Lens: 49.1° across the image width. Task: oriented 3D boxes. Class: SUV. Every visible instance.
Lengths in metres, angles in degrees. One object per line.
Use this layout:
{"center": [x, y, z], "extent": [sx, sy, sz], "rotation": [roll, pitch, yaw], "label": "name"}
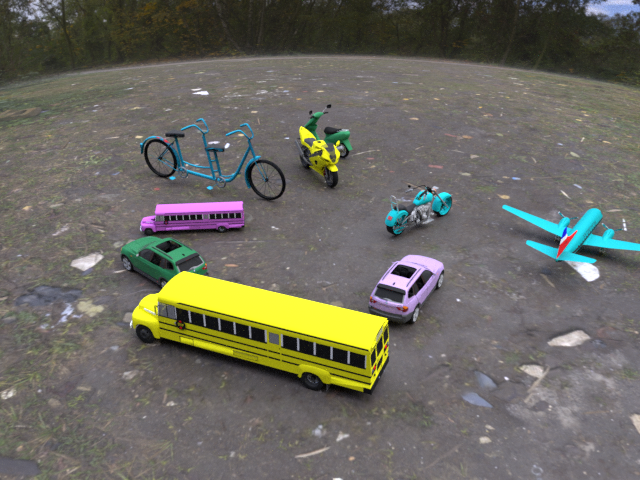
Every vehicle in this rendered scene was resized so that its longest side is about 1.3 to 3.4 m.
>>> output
{"center": [1.219, 0.581, 9.681], "extent": [0.656, 0.580, 1.572], "rotation": [15, 32, 25], "label": "SUV"}
{"center": [-2.299, 0.268, 10.252], "extent": [1.572, 0.580, 0.656], "rotation": [24, 37, 37], "label": "SUV"}

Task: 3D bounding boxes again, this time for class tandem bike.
{"center": [-2.032, -1.563, 12.819], "extent": [3.192, 1.326, 0.550], "rotation": [13, 31, 23], "label": "tandem bike"}

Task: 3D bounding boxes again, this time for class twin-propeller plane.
{"center": [4.024, -0.173, 10.837], "extent": [2.663, 0.792, 2.129], "rotation": [19, 34, 31], "label": "twin-propeller plane"}

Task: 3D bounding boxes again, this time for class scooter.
{"center": [0.120, -2.271, 14.534], "extent": [1.399, 0.919, 0.662], "rotation": [24, 37, 37], "label": "scooter"}

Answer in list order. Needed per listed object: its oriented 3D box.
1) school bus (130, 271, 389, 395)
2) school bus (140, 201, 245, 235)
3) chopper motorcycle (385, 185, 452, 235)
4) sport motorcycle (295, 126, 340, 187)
{"center": [-0.831, 1.061, 8.531], "extent": [3.322, 0.844, 0.709], "rotation": [11, 31, 20], "label": "school bus"}
{"center": [-2.107, -0.366, 11.563], "extent": [1.708, 0.434, 0.365], "rotation": [-2, 29, -4], "label": "school bus"}
{"center": [1.673, -0.584, 11.619], "extent": [1.563, 0.761, 0.466], "rotation": [-23, 36, -36], "label": "chopper motorcycle"}
{"center": [-0.033, -1.602, 13.415], "extent": [0.506, 0.821, 1.520], "rotation": [-13, 31, -23], "label": "sport motorcycle"}
